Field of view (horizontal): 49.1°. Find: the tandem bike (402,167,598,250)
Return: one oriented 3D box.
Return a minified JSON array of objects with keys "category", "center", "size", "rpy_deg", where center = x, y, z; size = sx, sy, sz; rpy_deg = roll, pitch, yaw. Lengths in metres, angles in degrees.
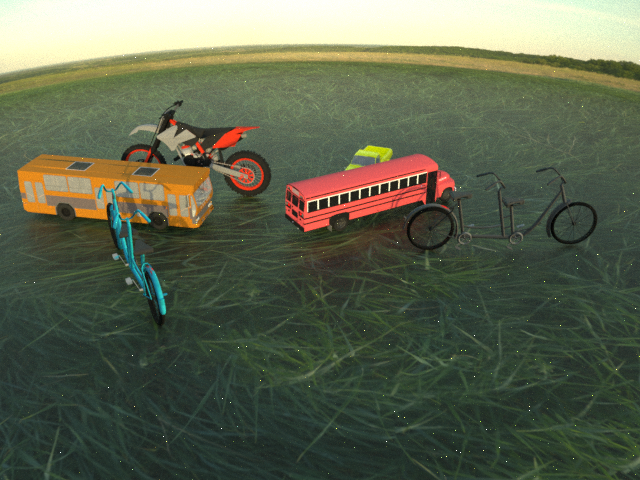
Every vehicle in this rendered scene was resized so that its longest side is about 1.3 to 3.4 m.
[{"category":"tandem bike","center":[2.899,-0.463,11.123],"size":[3.192,1.326,0.550],"rpy_deg":[-2,28,-4]}]

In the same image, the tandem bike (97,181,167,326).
[{"category":"tandem bike","center":[-2.749,0.055,10.164],"size":[0.550,1.326,3.192],"rpy_deg":[-14,31,-24]}]

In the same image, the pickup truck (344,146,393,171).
[{"category":"pickup truck","center":[0.956,-1.527,13.947],"size":[0.640,0.511,1.603],"rpy_deg":[11,30,19]}]

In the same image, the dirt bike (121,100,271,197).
[{"category":"dirt bike","center":[-2.340,-1.629,12.921],"size":[2.903,1.666,1.024],"rpy_deg":[4,29,7]}]

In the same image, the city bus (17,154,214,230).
[{"category":"city bus","center":[-3.553,-0.832,12.259],"size":[3.255,0.894,0.926],"rpy_deg":[6,29,10]}]

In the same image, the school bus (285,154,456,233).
[{"category":"school bus","center":[0.993,-0.878,12.397],"size":[3.322,0.844,0.709],"rpy_deg":[-16,32,-26]}]
